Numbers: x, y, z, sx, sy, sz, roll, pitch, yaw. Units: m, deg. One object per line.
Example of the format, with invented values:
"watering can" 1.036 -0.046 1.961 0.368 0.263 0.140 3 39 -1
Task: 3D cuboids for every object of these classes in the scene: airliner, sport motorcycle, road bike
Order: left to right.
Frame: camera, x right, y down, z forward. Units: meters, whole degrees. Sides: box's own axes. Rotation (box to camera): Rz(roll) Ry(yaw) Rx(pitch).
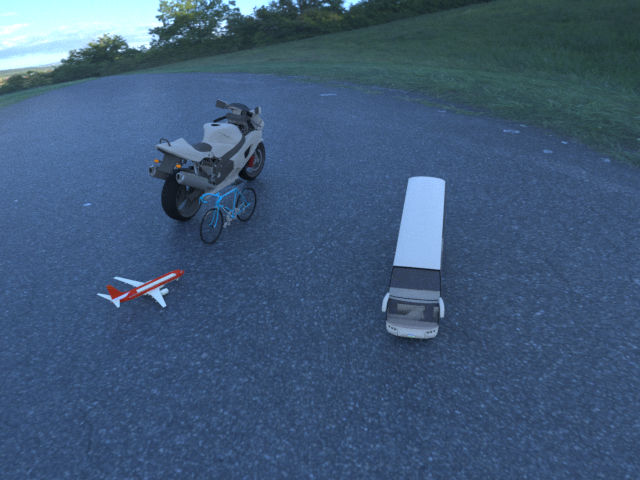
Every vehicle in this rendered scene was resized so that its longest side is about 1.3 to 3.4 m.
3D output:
"airliner" -2.435 0.585 9.853 1.161 0.429 1.307 22 35 36
"sport motorcycle" -1.856 -1.469 12.497 0.983 1.596 2.955 15 31 26
"road bike" -1.493 -0.526 11.508 0.358 0.852 1.545 15 31 26

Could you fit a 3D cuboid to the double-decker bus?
"double-decker bus" 1.420 0.171 9.971 0.756 1.052 3.251 5 28 9
